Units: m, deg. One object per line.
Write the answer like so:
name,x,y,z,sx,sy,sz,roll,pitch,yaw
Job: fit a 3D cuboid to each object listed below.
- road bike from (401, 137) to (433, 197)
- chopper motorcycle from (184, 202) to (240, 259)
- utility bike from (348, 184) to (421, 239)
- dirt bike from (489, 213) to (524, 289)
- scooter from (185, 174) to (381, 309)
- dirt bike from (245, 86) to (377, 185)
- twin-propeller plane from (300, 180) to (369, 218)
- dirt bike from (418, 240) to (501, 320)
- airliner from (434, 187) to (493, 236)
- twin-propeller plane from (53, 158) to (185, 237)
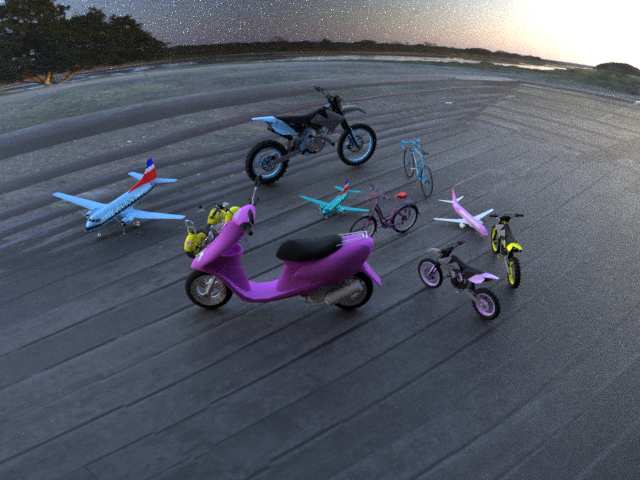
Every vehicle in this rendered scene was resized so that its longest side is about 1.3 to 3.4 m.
road bike,1.874,-1.421,13.400,0.358,0.852,1.545,-7,29,-12
chopper motorcycle,-1.699,-0.266,11.352,0.466,0.761,1.563,12,31,22
utility bike,1.109,-0.425,11.452,1.435,0.946,0.535,-15,32,-26
dirt bike,2.822,0.068,10.631,0.527,0.857,1.493,-1,28,-1
scooter,-0.517,0.173,9.456,2.721,1.786,1.288,0,28,0
dirt bike,-0.135,-2.049,13.706,2.903,1.666,1.024,-14,31,-24
twin-propeller plane,0.295,-0.724,12.575,1.370,0.407,1.095,13,31,23
dirt bike,1.934,0.514,9.802,0.527,0.857,1.493,-21,35,-34
airliner,2.567,-0.472,12.084,1.161,0.429,1.307,-9,30,-16
twin-propeller plane,-3.426,-0.734,12.189,2.663,0.792,2.129,10,30,19
